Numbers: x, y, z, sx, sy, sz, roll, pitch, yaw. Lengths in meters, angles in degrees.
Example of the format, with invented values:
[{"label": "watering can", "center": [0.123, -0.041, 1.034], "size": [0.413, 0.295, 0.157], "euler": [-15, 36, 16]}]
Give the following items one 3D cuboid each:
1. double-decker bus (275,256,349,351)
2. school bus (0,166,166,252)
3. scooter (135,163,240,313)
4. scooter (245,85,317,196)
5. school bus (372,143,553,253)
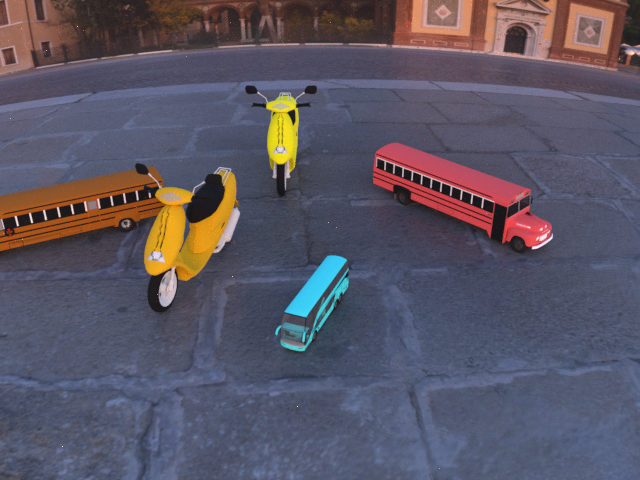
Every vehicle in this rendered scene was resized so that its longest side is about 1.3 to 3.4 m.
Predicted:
[{"label": "double-decker bus", "center": [-0.056, 0.827, 9.269], "size": [0.389, 0.541, 1.672], "euler": [12, 32, 19]}, {"label": "school bus", "center": [-4.131, -0.419, 11.135], "size": [3.322, 0.844, 0.709], "euler": [-15, 33, -24]}, {"label": "scooter", "center": [-1.810, -0.324, 10.023], "size": [1.288, 1.786, 2.721], "euler": [9, 31, 15]}, {"label": "scooter", "center": [-0.695, -2.131, 13.171], "size": [1.288, 1.786, 2.721], "euler": [0, 30, 0]}, {"label": "school bus", "center": [2.337, -0.765, 11.737], "size": [0.709, 0.844, 3.322], "euler": [-26, 39, -37]}]
